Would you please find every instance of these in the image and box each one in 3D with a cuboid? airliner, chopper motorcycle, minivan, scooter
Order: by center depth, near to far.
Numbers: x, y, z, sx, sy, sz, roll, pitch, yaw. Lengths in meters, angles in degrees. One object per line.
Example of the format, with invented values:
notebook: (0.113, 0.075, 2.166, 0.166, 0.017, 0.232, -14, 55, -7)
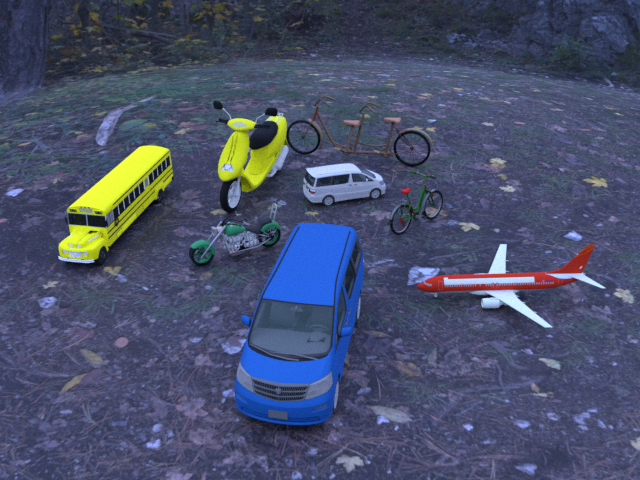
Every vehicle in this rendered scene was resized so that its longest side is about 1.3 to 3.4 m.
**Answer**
minivan: (-0.172, 0.930, 8.777, 1.324, 1.197, 3.011, 5, 29, 10)
airliner: (2.668, 0.448, 10.050, 2.541, 0.835, 2.257, -1, 28, -2)
chopper motorcycle: (-1.335, -0.092, 11.129, 1.563, 0.761, 0.466, -14, 31, -25)
minivan: (0.474, -1.087, 13.126, 1.548, 0.616, 0.681, -9, 30, -17)
scooter: (-1.237, -1.775, 13.167, 1.288, 1.786, 2.721, 10, 30, 19)

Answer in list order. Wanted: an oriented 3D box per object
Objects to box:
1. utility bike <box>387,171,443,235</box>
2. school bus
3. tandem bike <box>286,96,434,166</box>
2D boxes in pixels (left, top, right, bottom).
utility bike: (1.623, -0.673, 12.012, 1.435, 0.946, 0.535, -24, 36, -37)
school bus: (-3.471, -0.666, 12.105, 0.709, 0.844, 3.322, 5, 29, 10)
tandem bike: (0.802, -2.272, 14.573, 3.192, 1.326, 0.550, 8, 29, 14)
